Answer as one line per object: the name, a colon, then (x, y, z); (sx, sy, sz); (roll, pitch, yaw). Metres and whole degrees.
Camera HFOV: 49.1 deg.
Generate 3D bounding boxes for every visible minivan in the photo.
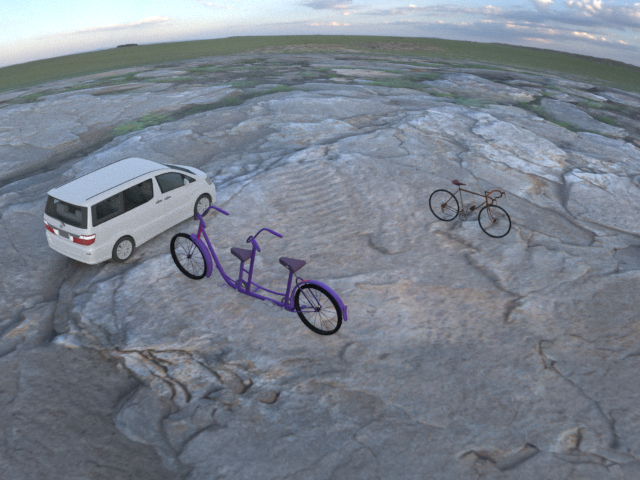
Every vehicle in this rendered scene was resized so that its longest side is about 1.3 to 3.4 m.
minivan: (-3.052, -0.685, 11.652); (1.324, 1.197, 3.011); (18, 35, 29)

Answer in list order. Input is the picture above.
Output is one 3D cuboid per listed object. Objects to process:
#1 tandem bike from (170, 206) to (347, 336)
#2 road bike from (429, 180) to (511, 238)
tandem bike: (-0.962, 0.360, 9.689); (3.192, 1.326, 0.550); (19, 35, 30)
road bike: (2.516, -0.563, 11.787); (1.545, 0.852, 0.358); (21, 36, 32)
